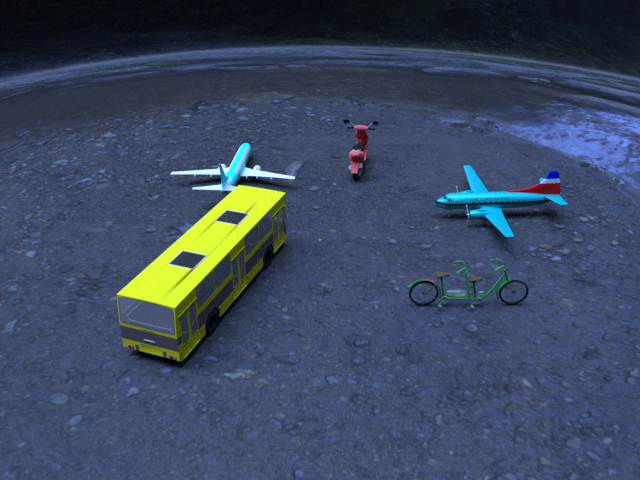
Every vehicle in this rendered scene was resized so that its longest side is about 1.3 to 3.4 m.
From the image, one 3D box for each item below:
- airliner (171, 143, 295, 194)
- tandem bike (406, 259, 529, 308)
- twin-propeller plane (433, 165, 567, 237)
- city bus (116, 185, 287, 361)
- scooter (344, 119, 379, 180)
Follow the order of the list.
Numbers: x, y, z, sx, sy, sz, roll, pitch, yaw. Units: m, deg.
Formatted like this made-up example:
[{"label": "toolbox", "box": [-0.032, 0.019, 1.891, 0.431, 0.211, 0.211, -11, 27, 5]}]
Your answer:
[{"label": "airliner", "box": [-1.547, -1.463, 12.765, 2.257, 0.835, 2.541, 3, 30, 4]}, {"label": "tandem bike", "box": [1.974, 0.585, 9.311, 1.642, 0.682, 0.283, 0, 30, -1]}, {"label": "twin-propeller plane", "box": [2.938, -0.758, 11.566, 2.129, 0.792, 2.663, -2, 30, -3]}, {"label": "city bus", "box": [-1.439, 0.346, 9.517, 0.926, 0.894, 3.255, 11, 31, 18]}, {"label": "scooter", "box": [0.743, -1.763, 13.208, 0.662, 0.919, 1.399, 5, 30, 9]}]
